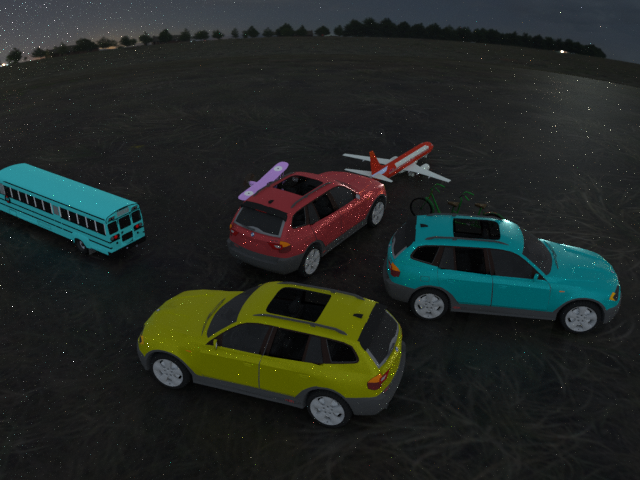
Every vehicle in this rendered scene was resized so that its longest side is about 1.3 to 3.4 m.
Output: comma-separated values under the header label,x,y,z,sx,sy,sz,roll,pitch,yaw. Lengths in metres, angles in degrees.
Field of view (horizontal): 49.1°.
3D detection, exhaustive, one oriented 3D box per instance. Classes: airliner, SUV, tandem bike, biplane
label,x,y,z,sx,sy,sz,roll,pitch,yaw
airliner,1.555,-1.632,13.180,2.257,0.835,2.541,18,34,30
SUV,-0.109,-0.484,10.766,1.276,1.128,3.058,18,33,29
tandem bike,2.214,-0.494,11.252,1.642,0.682,0.283,15,32,26
SUV,-0.567,1.090,7.880,3.058,1.128,1.276,9,30,17
SUV,2.369,0.351,9.235,3.058,1.128,1.276,4,29,8
biplane,-0.829,-0.863,12.115,1.090,0.504,1.336,16,33,27

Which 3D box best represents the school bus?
label,x,y,z,sx,sy,sz,roll,pitch,yaw
school bus,-4.204,-0.543,11.171,3.322,0.844,0.709,18,34,30
